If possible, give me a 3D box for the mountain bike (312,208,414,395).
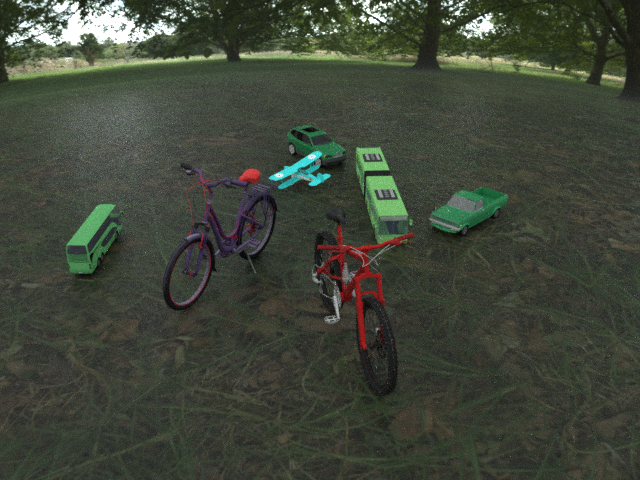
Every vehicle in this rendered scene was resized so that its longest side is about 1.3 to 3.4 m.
[{"bbox_3d":[0.364,0.532,8.421,1.114,1.688,2.857,-7,28,-15],"label":"mountain bike"}]

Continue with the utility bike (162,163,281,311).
[{"bbox_3d":[-1.230,-0.229,9.776,1.039,1.839,2.791,14,30,25],"label":"utility bike"}]

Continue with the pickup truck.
[{"bbox_3d":[2.557,-0.563,11.931,0.640,0.511,1.603,24,35,39],"label":"pickup truck"}]

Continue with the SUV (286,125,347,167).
[{"bbox_3d":[-0.090,-2.011,14.752,0.656,0.580,1.572,-18,32,-32],"label":"SUV"}]

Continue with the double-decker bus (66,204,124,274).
[{"bbox_3d":[-3.476,-0.057,10.884,0.389,0.541,1.672,1,27,2],"label":"double-decker bus"}]

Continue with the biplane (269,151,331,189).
[{"bbox_3d":[-0.335,-1.234,13.281,1.090,0.504,1.336,23,34,38],"label":"biplane"}]

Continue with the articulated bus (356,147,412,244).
[{"bbox_3d":[1.053,-0.887,12.523,0.605,0.561,3.401,-2,27,-3],"label":"articulated bus"}]
